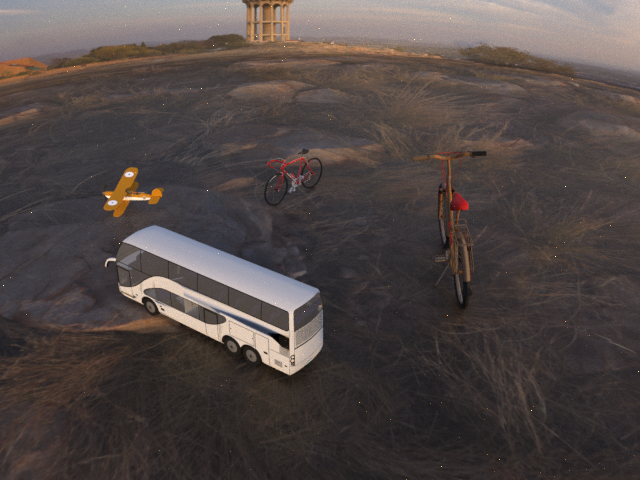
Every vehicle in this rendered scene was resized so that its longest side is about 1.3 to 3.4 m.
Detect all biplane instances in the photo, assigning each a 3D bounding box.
[{"bbox_3d":[-3.296,-0.771,12.247,1.090,0.504,1.336,3,29,5],"label":"biplane"}]

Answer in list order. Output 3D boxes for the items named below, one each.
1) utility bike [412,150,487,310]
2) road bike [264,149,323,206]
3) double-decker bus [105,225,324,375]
[{"bbox_3d":[1.825,-0.289,10.012,1.039,1.839,2.791,1,29,1],"label":"utility bike"},{"bbox_3d":[-0.461,-1.175,12.617,0.358,0.852,1.545,23,36,35],"label":"road bike"},{"bbox_3d":[-1.421,0.683,9.076,3.251,1.052,0.756,19,34,31],"label":"double-decker bus"}]
